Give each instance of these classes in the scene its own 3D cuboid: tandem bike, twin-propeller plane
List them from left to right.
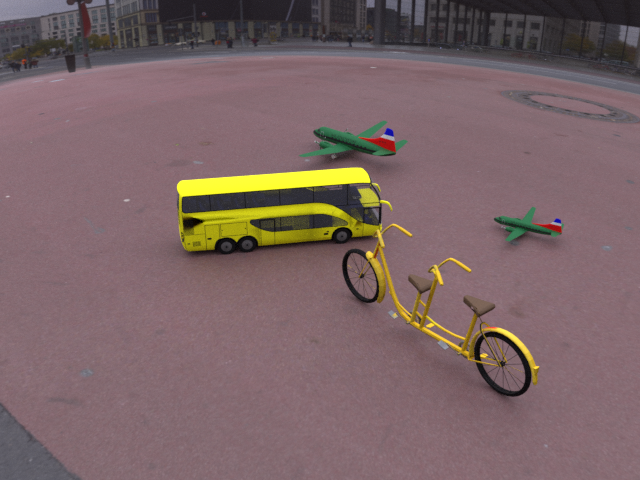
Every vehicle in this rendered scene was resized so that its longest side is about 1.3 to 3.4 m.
[{"bbox_3d":[0.656,-2.047,13.944,2.129,0.792,2.663,23,37,36],"label":"twin-propeller plane"},{"bbox_3d":[1.306,0.708,8.415,0.550,1.326,3.192,-21,35,-33],"label":"tandem bike"},{"bbox_3d":[3.296,-0.268,11.126,1.095,0.407,1.370,17,33,28],"label":"twin-propeller plane"}]

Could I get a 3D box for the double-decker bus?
[{"bbox_3d":[-0.547,-0.476,10.837,3.251,1.052,0.756,-5,29,-9],"label":"double-decker bus"}]
